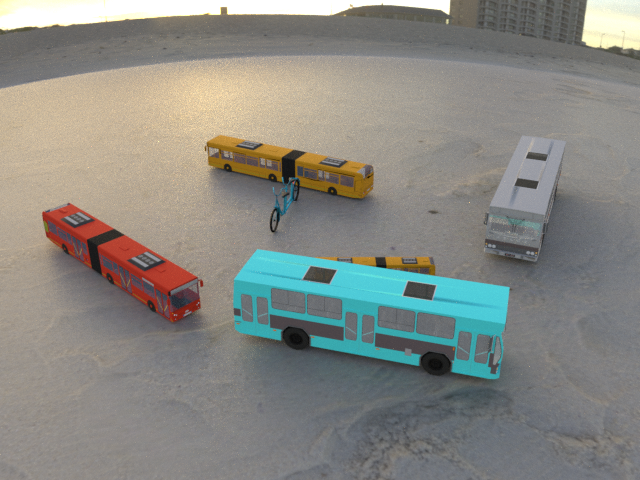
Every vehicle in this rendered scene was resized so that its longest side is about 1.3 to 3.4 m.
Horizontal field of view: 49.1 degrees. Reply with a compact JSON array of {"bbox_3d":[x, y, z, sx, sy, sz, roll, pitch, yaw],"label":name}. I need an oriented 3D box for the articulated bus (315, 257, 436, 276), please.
[{"bbox_3d":[0.771,0.413,10.088,1.749,0.289,0.311,0,29,0],"label":"articulated bus"}]

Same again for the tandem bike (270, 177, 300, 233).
[{"bbox_3d":[-0.576,-0.724,11.764,0.283,0.682,1.642,7,29,13],"label":"tandem bike"}]

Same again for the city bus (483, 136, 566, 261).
[{"bbox_3d":[3.444,-0.751,11.591,0.926,0.894,3.255,11,31,20],"label":"city bus"}]

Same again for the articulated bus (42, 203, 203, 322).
[{"bbox_3d":[-2.948,0.245,10.113,3.401,0.561,0.605,24,37,37],"label":"articulated bus"}]

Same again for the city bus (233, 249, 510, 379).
[{"bbox_3d":[0.597,0.902,8.559,3.255,0.894,0.926,8,30,15],"label":"city bus"}]

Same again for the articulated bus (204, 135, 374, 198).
[{"bbox_3d":[-0.634,-1.397,13.124,3.401,0.561,0.605,14,32,25],"label":"articulated bus"}]
